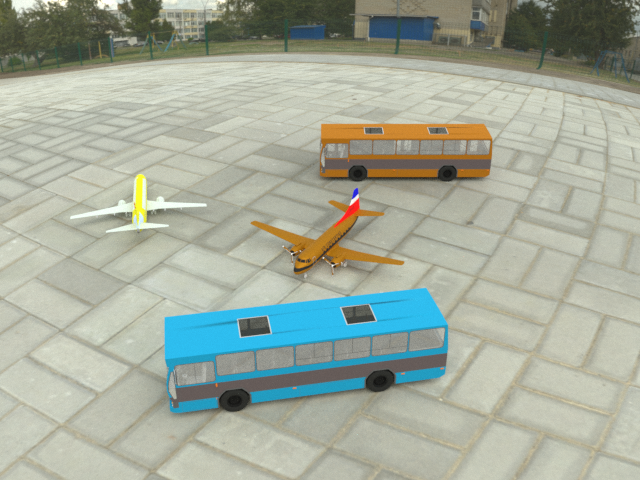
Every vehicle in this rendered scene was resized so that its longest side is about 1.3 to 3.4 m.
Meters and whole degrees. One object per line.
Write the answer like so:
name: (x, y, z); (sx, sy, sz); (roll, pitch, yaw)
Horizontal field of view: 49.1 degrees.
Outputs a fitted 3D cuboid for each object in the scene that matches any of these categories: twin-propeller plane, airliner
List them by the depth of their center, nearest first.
twin-propeller plane: (0.151, -0.106, 10.890); (2.663, 0.792, 2.129); (15, 33, 25)
airliner: (-3.123, -0.789, 12.041); (2.257, 0.835, 2.541); (-6, 30, -10)

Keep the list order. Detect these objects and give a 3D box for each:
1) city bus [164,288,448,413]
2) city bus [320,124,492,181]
city bus: (-0.166, 1.314, 8.305); (3.255, 0.894, 0.926); (-6, 30, -10)
city bus: (1.620, -1.699, 13.573); (3.255, 0.894, 0.926); (0, 30, 0)
